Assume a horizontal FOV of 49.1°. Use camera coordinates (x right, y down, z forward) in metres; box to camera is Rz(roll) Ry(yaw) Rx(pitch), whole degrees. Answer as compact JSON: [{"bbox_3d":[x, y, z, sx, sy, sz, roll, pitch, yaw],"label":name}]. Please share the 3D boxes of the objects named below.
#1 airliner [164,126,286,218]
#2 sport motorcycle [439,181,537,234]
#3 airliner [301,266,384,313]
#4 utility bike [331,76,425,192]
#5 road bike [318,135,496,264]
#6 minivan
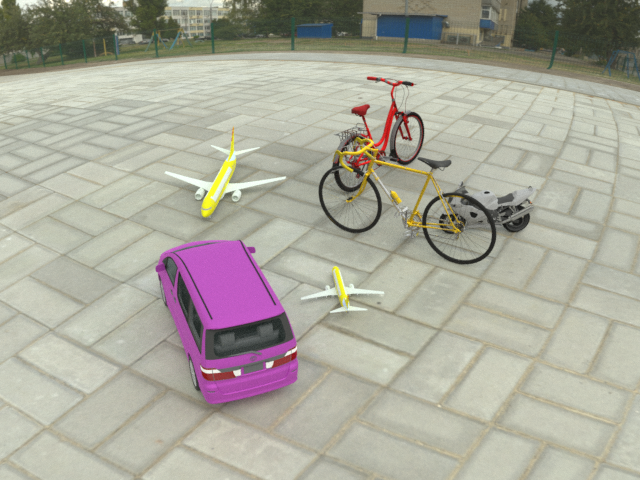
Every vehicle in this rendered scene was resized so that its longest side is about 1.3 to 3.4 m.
[{"bbox_3d":[-1.777,-1.216,12.523,2.257,0.835,2.541,3,30,5],"label":"airliner"},{"bbox_3d":[2.681,-0.488,11.255,1.520,0.821,0.506,-2,30,-3],"label":"sport motorcycle"},{"bbox_3d":[0.295,0.612,9.715,1.161,0.429,1.307,-4,30,-6],"label":"airliner"},{"bbox_3d":[1.045,-2.037,12.951,1.039,1.839,2.791,24,38,36],"label":"utility bike"},{"bbox_3d":[1.256,-0.618,10.638,3.004,1.656,0.697,17,34,27],"label":"road bike"},{"bbox_3d":[-1.266,0.712,8.761,1.324,1.197,3.011,-11,31,-19],"label":"minivan"}]
